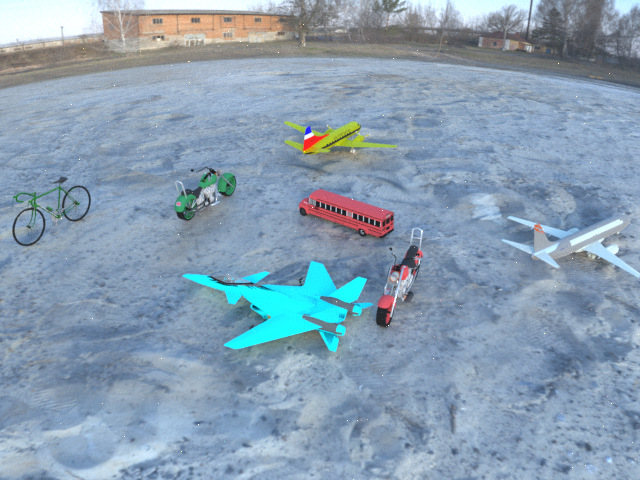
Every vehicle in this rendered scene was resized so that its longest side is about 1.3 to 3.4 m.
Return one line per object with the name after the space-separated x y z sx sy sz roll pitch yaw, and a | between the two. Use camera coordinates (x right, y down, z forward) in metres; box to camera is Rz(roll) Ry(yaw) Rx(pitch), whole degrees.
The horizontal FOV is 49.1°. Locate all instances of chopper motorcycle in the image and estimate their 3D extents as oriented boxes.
1.052 0.471 9.147 0.466 0.761 1.563 12 30 20 | chopper motorcycle
-1.889 -0.880 11.664 0.466 0.761 1.563 14 31 24 | chopper motorcycle

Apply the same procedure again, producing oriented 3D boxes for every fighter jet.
-0.730 0.622 9.081 2.640 0.557 2.229 14 31 24 | fighter jet

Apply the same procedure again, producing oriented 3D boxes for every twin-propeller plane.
0.265 -2.120 13.941 2.663 0.792 2.129 17 33 29 | twin-propeller plane

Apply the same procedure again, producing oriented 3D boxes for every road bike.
-4.156 -0.504 10.868 0.358 0.852 1.545 15 32 25 | road bike

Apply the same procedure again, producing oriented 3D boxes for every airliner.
3.873 -0.180 10.282 2.541 0.835 2.257 -19 34 -32 | airliner

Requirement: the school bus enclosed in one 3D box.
0.377 -0.447 11.203 1.708 0.434 0.365 20 34 33 | school bus
